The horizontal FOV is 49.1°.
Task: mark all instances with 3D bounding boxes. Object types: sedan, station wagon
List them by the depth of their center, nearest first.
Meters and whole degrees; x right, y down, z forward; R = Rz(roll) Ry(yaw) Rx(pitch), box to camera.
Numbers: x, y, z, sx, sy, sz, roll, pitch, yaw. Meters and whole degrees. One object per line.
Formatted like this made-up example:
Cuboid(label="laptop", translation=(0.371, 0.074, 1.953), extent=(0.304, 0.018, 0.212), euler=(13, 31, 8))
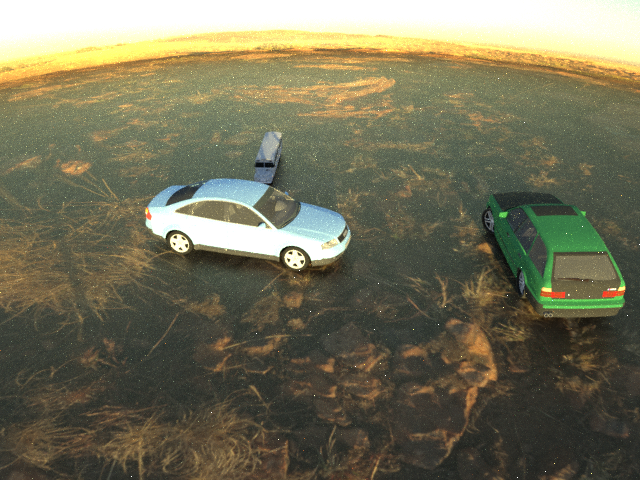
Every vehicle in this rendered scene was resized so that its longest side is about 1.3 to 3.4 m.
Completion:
Cuboid(label="station wagon", translation=(3.265, -0.052, 10.048), extent=(1.327, 0.920, 3.105), euler=(-1, 29, -1))
Cuboid(label="sedan", translation=(-1.091, -0.342, 10.550), extent=(3.137, 0.940, 1.235), euler=(8, 30, 14))

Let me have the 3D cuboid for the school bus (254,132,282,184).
Cuboid(label="school bus", translation=(-0.975, -1.555, 13.249), extent=(0.365, 0.434, 1.708), euler=(2, 29, 3))
